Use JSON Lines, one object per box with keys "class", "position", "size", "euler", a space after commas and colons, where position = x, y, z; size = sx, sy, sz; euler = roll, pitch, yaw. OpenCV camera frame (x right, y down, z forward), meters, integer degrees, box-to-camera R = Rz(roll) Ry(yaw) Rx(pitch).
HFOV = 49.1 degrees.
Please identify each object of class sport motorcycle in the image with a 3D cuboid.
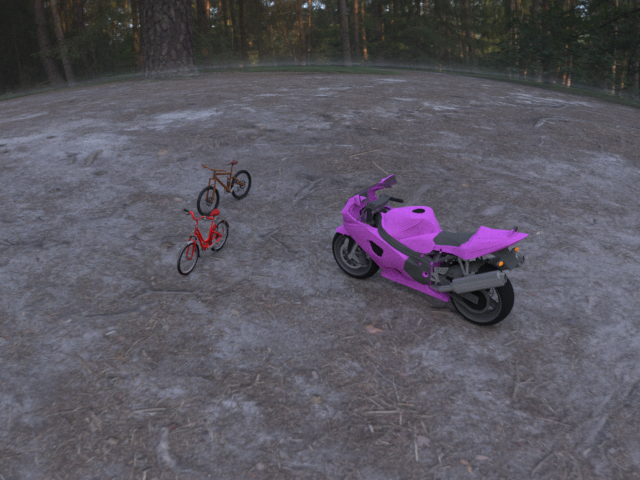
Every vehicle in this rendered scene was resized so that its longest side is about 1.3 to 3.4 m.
{"class": "sport motorcycle", "position": [1.392, 0.145, 9.763], "size": [2.955, 1.596, 0.983], "euler": [19, 33, 32]}

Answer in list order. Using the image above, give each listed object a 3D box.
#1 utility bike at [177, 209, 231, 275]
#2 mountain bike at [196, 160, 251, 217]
{"class": "utility bike", "position": [-1.755, -0.074, 10.873], "size": [0.535, 0.946, 1.435], "euler": [13, 30, 23]}
{"class": "mountain bike", "position": [-1.733, -0.999, 12.708], "size": [0.573, 0.868, 1.469], "euler": [17, 33, 30]}
